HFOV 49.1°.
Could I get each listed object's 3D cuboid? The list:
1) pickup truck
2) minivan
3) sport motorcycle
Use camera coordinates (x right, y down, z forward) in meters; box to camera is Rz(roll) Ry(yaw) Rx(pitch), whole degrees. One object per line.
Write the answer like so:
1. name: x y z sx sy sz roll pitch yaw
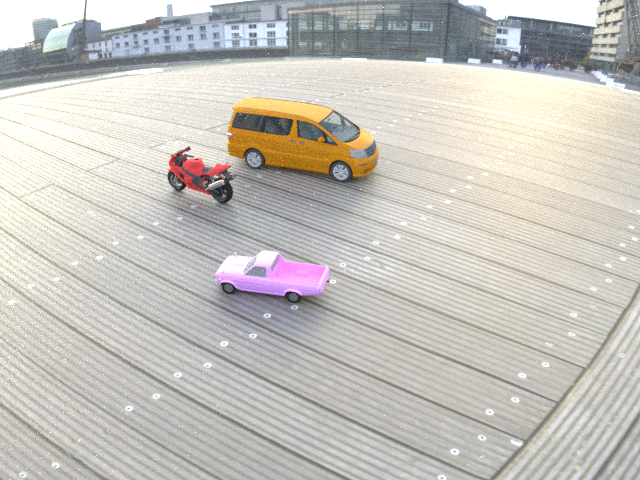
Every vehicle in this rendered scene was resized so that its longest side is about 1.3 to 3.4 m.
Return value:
1. pickup truck: -0.681 0.476 9.986 1.603 0.511 0.640 7 29 12
2. minivan: -0.324 -2.043 13.912 3.011 1.197 1.324 10 30 18
3. sport motorcycle: -2.192 -1.168 12.692 1.520 0.821 0.506 16 32 27
